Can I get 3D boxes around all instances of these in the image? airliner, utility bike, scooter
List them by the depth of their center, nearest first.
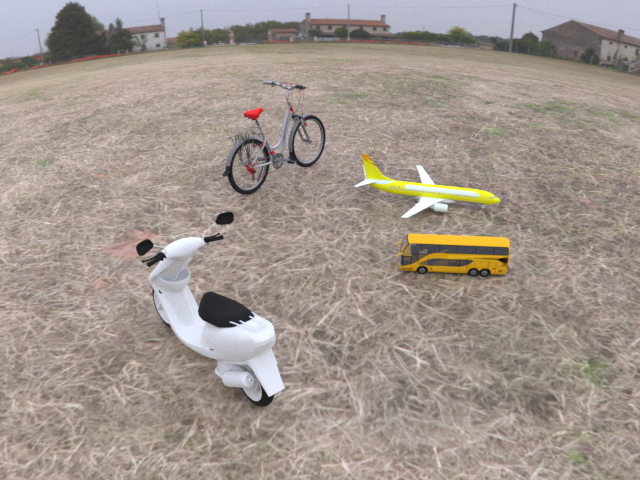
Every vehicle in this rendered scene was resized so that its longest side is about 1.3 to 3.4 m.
[{"bbox_3d":[-1.340,0.740,8.277,1.288,1.786,2.721,-22,36,-34],"label":"scooter"},{"bbox_3d":[1.934,-1.036,12.449,2.541,0.835,2.257,7,30,12],"label":"airliner"},{"bbox_3d":[-0.886,-2.012,13.171,1.039,1.839,2.791,22,36,34],"label":"utility bike"}]

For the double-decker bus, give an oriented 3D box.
[{"bbox_3d":[1.977,0.218,10.496,1.672,0.541,0.389,2,29,4],"label":"double-decker bus"}]
